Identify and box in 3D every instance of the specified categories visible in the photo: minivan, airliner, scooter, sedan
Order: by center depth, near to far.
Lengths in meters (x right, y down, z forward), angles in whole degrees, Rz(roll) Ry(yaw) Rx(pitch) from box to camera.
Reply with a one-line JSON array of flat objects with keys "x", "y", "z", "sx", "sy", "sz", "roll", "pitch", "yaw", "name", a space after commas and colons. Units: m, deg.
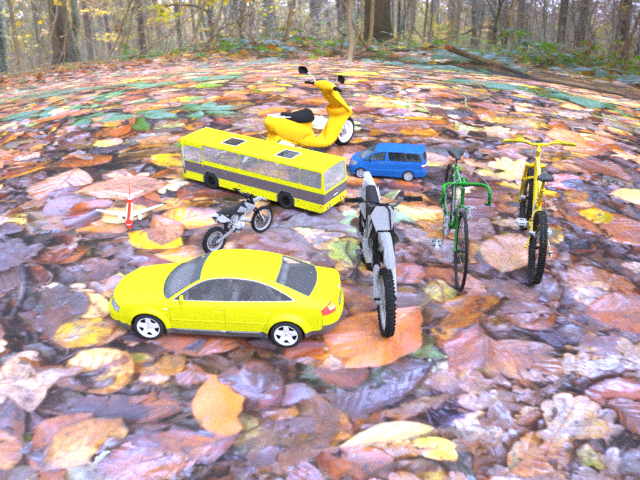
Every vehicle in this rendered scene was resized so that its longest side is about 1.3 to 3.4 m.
[{"x": -1.250, "y": 0.670, "z": 9.318, "sx": 3.137, "sy": 0.940, "sz": 1.235, "roll": 2, "pitch": 28, "yaw": 4, "name": "sedan"}, {"x": -3.344, "y": -0.602, "z": 12.265, "sx": 1.161, "sy": 0.429, "sz": 1.307, "roll": -6, "pitch": 28, "yaw": -10, "name": "airliner"}, {"x": 1.351, "y": -1.585, "z": 13.923, "sx": 1.548, "sy": 0.616, "sz": 0.681, "roll": 5, "pitch": 28, "yaw": 9, "name": "minivan"}, {"x": -0.185, "y": -2.559, "z": 14.510, "sx": 1.288, "sy": 1.786, "sz": 2.721, "roll": 24, "pitch": 36, "yaw": 37, "name": "scooter"}]

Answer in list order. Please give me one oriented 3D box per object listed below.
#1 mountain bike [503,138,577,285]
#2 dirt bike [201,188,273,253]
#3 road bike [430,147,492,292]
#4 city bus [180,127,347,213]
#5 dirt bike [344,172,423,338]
[{"x": 3.334, "y": -0.563, "z": 10.846, "sx": 1.114, "sy": 1.688, "sz": 2.857, "roll": 5, "pitch": 28, "yaw": 9, "name": "mountain bike"}, {"x": -1.325, "y": -0.340, "z": 11.314, "sx": 0.527, "sy": 0.857, "sz": 1.493, "roll": 24, "pitch": 36, "yaw": 37, "name": "dirt bike"}, {"x": 2.082, "y": -0.484, "z": 10.732, "sx": 0.696, "sy": 1.656, "sz": 3.004, "roll": 2, "pitch": 28, "yaw": 3, "name": "road bike"}, {"x": -1.107, "y": -1.308, "z": 13.101, "sx": 3.255, "sy": 0.894, "sz": 0.926, "roll": 16, "pitch": 32, "yaw": 28, "name": "city bus"}, {"x": 0.804, "y": 0.021, "z": 9.768, "sx": 1.024, "sy": 1.666, "sz": 2.903, "roll": -2, "pitch": 28, "yaw": -3, "name": "dirt bike"}]
